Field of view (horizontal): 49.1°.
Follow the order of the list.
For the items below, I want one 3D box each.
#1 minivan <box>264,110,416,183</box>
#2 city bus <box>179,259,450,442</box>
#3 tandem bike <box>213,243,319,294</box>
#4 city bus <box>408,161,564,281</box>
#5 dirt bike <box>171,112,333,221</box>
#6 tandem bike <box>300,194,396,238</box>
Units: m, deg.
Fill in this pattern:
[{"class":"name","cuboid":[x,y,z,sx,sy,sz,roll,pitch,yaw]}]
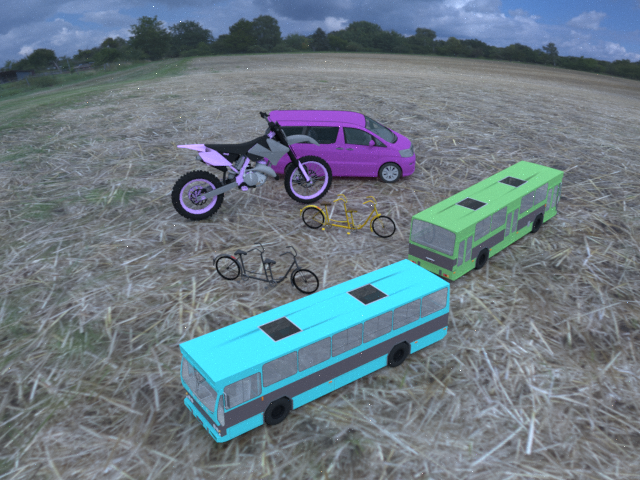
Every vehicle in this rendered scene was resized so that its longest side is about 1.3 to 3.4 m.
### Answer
[{"class":"minivan","cuboid":[0.393,-1.893,13.864,3.011,1.197,1.324,0,27,1]},{"class":"city bus","cuboid":[0.050,1.197,8.068,3.255,0.894,0.926,-18,32,-32]},{"class":"tandem bike","cuboid":[-0.786,0.368,9.950,1.642,0.682,0.283,9,28,17]},{"class":"city bus","cuboid":[2.711,-0.350,11.138,0.926,0.894,3.255,23,35,38]},{"class":"dirt bike","cuboid":[-1.145,-1.257,12.080,2.903,1.666,1.024,-9,28,-18]},{"class":"tandem bike","cuboid":[0.446,-0.420,11.514,1.642,0.682,0.283,8,28,15]}]
